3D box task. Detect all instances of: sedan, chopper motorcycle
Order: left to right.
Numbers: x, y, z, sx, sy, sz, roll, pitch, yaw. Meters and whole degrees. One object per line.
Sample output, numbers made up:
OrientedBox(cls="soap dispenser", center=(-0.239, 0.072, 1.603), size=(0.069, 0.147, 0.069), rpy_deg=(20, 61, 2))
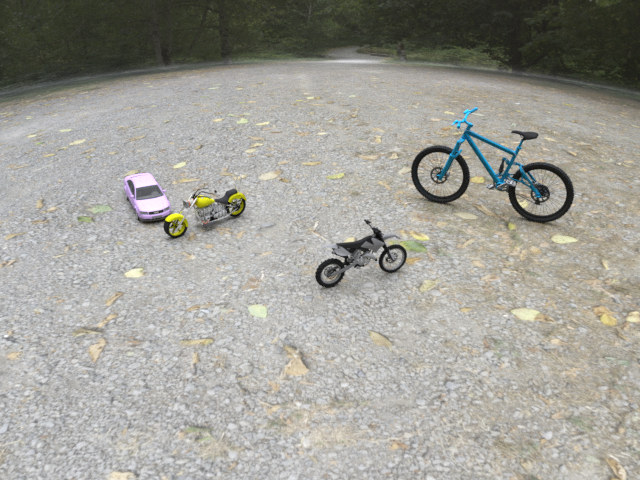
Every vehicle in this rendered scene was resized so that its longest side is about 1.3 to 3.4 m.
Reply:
OrientedBox(cls="sedan", center=(-3.116, -0.827, 12.566), size=(0.635, 0.483, 1.613), rpy_deg=(-12, 31, -21))
OrientedBox(cls="chopper motorcycle", center=(-1.924, -0.570, 11.795), size=(1.563, 0.761, 0.466), rpy_deg=(-21, 35, -33))

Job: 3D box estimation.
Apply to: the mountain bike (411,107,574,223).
OrientedBox(cls="mountain bike", center=(2.951, -1.255, 12.089), size=(2.857, 1.688, 1.114), rpy_deg=(13, 31, 23))

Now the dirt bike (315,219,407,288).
OrientedBox(cls="dirt bike", center=(0.620, 0.207, 10.251), size=(1.493, 0.857, 0.527), rpy_deg=(-11, 30, -20))
